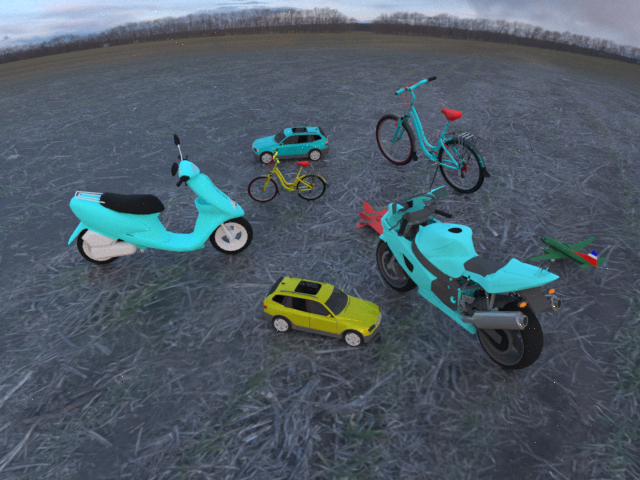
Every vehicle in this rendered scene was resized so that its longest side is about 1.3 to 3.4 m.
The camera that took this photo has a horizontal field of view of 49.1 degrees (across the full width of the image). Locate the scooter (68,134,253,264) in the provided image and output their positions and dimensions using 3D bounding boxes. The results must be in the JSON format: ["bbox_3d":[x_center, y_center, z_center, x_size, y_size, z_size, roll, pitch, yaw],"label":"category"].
[{"bbox_3d":[-2.373,-0.492,10.314,2.721,1.786,1.288,-4,30,-8],"label":"scooter"}]

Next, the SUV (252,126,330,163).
[{"bbox_3d":[-0.594,-1.947,14.101,1.572,0.580,0.656,-4,30,-8],"label":"SUV"}]

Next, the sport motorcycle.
[{"bbox_3d":[1.706,0.418,8.903,0.983,1.596,2.955,-19,35,-30],"label":"sport motorcycle"}]

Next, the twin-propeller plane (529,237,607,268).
[{"bbox_3d":[3.758,0.142,10.595,1.370,0.407,1.095,-16,33,-26],"label":"twin-propeller plane"}]

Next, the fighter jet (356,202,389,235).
[{"bbox_3d":[1.317,-0.347,11.579,1.358,0.286,1.147,7,30,12],"label":"fighter jet"}]

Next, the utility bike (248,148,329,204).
[{"bbox_3d":[-0.547,-1.062,12.170,1.435,0.946,0.535,-3,30,-5],"label":"utility bike"}]

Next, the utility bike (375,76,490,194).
[{"bbox_3d":[1.943,-1.917,12.773,1.039,1.839,2.791,-23,37,-34],"label":"utility bike"}]

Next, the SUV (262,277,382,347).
[{"bbox_3d":[0.024,0.884,9.110,1.572,0.580,0.656,9,31,16],"label":"SUV"}]
